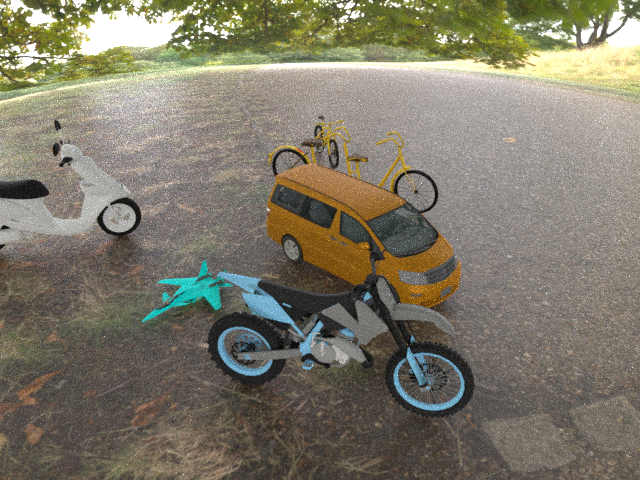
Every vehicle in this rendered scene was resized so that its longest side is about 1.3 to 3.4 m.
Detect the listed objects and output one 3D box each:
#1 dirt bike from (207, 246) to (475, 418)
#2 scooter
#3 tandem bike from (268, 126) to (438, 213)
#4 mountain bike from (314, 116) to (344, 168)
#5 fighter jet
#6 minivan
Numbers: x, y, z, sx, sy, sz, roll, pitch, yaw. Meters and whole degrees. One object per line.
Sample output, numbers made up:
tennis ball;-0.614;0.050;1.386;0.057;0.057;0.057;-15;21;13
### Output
dirt bike;0.162;0.976;7.246;2.903;1.666;1.024;8;28;14
scooter;-4.107;-0.724;10.389;2.721;1.786;1.288;-8;29;-16
tandem bike;0.505;-1.281;11.962;3.192;1.326;0.550;13;30;23
mountain bike;0.118;-2.005;13.852;0.573;0.868;1.469;-8;29;-15
fighter jet;-1.831;0.705;9.265;1.147;0.286;1.358;20;33;33
minivan;0.571;-0.105;9.837;1.324;1.197;3.011;-24;36;-38
